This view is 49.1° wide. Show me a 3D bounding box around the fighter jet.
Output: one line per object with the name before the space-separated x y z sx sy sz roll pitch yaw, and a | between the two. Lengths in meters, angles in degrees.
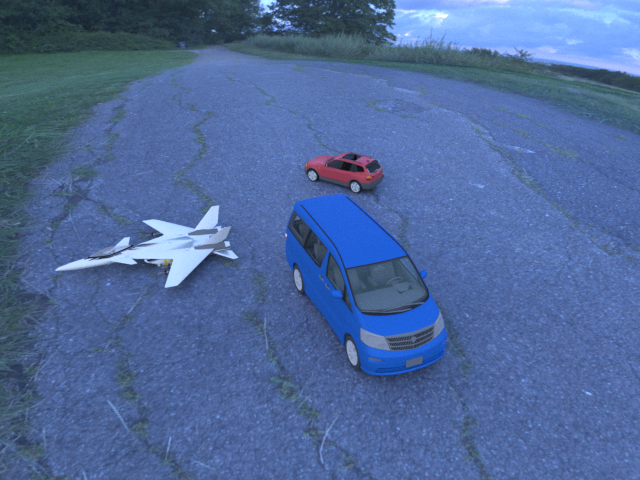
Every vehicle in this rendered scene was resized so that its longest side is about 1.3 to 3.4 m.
fighter jet | -2.681 0.076 10.673 2.640 0.557 2.229 -10 30 -18

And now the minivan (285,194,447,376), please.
minivan | 0.524 0.489 9.233 1.324 1.197 3.011 -11 30 -20

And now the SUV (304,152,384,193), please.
SUV | 0.449 -1.364 13.316 1.572 0.580 0.656 18 33 30
